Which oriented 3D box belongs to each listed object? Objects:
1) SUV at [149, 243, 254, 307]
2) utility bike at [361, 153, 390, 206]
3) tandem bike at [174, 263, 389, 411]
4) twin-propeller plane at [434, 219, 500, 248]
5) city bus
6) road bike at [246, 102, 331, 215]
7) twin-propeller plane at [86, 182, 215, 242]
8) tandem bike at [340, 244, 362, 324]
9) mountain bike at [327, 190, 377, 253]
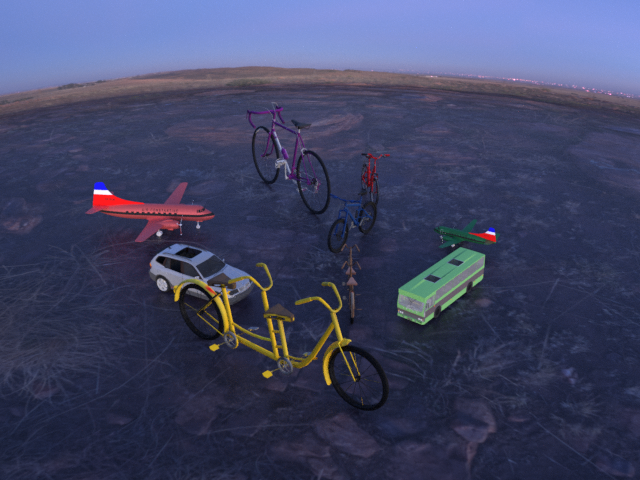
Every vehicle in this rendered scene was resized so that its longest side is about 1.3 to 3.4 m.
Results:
[{"bbox_3d":[-1.693,0.468,9.909,1.572,0.580,0.656,13,28,27],"label":"SUV"},{"bbox_3d":[0.992,-1.243,13.187,0.535,0.946,1.435,-4,25,-8],"label":"utility bike"},{"bbox_3d":[-0.568,0.931,8.014,3.192,1.326,0.550,17,30,33],"label":"tandem bike"},{"bbox_3d":[2.346,-0.117,11.387,1.095,0.407,1.370,16,29,31],"label":"twin-propeller plane"},{"bbox_3d":[1.702,0.628,9.707,0.476,0.460,1.674,19,31,35],"label":"city bus"},{"bbox_3d":[-0.603,-1.575,13.058,0.697,1.656,3.004,-14,28,-28],"label":"road bike"},{"bbox_3d":[-2.851,-0.585,11.943,2.129,0.792,2.663,2,25,5],"label":"twin-propeller plane"},{"bbox_3d":[0.424,0.532,9.650,0.283,0.682,1.642,0,25,1],"label":"tandem bike"},{"bbox_3d":[0.542,-0.365,11.373,0.573,0.868,1.469,16,29,31],"label":"mountain bike"}]
